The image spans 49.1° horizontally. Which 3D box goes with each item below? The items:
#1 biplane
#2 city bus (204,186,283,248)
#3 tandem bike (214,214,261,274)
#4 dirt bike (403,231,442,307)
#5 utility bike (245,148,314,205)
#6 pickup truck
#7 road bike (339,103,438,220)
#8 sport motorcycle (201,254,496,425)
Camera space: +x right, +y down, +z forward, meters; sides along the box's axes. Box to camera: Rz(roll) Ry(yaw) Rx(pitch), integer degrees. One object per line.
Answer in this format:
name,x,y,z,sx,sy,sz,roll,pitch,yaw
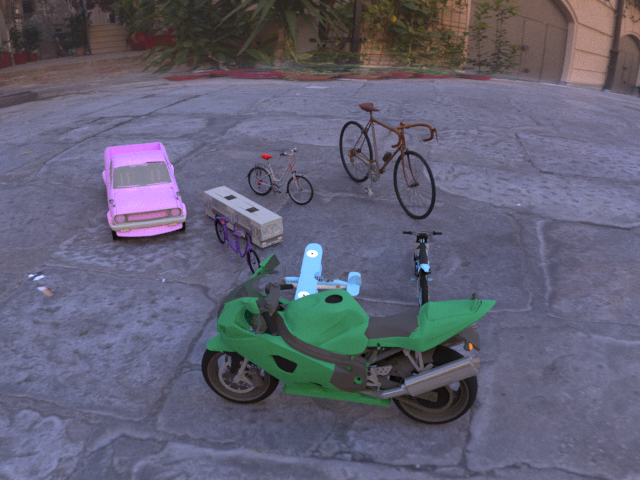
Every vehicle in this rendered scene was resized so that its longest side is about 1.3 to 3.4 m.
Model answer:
biplane,0.013,0.581,9.378,1.090,0.504,1.336,3,27,6
city bus,-1.258,-0.375,11.306,0.476,0.460,1.674,-21,33,-35
tandem bike,-1.248,-0.035,10.393,0.283,0.682,1.642,-15,31,-27
dirt bike,1.367,0.343,9.457,0.527,0.857,1.493,2,27,3
utility bike,-0.701,-1.173,12.338,1.435,0.946,0.535,15,31,27
pickup truck,-3.070,-1.023,11.991,1.244,0.993,3.117,-8,28,-15
road bike,1.105,-1.491,12.180,0.696,1.656,3.004,-14,30,-25
sport motorcycle,0.200,1.111,7.134,2.955,1.596,0.983,4,27,7
